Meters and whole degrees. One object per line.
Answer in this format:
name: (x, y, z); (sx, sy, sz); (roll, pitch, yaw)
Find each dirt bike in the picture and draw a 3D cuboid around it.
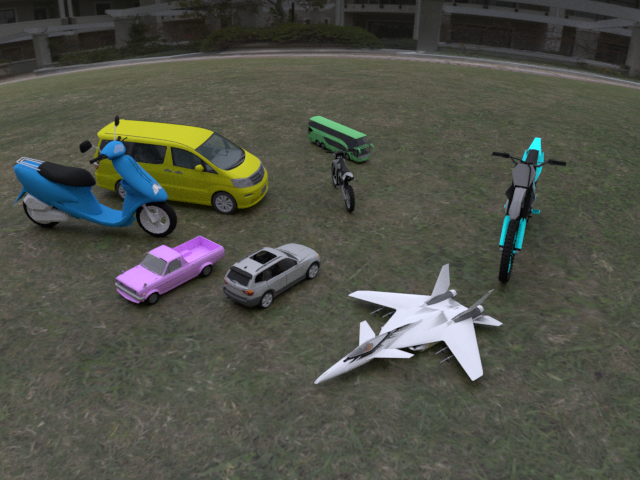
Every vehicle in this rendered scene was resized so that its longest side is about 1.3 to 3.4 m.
dirt bike: (0.389, -1.123, 12.293); (0.527, 0.857, 1.493); (-6, 30, -11)
dirt bike: (3.072, -0.609, 10.558); (1.024, 1.666, 2.903); (11, 31, 19)

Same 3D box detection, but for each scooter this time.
scooter: (-3.606, -0.924, 10.995); (2.721, 1.786, 1.288); (5, 30, 8)

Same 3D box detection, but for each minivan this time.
minivan: (-2.423, -1.341, 12.333); (3.011, 1.197, 1.324); (7, 30, 13)

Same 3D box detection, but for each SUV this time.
SUV: (-0.657, 0.403, 9.869); (0.656, 0.580, 1.572); (22, 36, 34)

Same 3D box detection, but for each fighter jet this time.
fighter jet: (0.978, 1.098, 8.660); (2.640, 0.557, 2.229); (-21, 36, -32)

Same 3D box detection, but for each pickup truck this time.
pickup truck: (-2.125, 0.362, 10.014); (0.640, 0.511, 1.603); (23, 37, 35)

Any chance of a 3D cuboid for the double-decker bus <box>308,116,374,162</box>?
double-decker bus: (0.392, -2.049, 14.256); (0.389, 0.541, 1.672); (-22, 36, -34)
